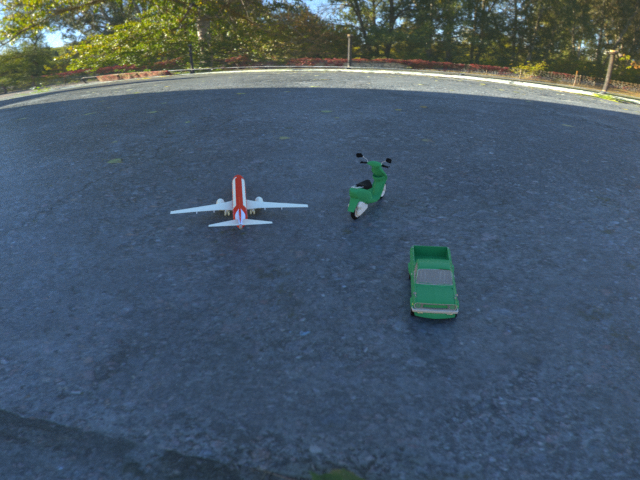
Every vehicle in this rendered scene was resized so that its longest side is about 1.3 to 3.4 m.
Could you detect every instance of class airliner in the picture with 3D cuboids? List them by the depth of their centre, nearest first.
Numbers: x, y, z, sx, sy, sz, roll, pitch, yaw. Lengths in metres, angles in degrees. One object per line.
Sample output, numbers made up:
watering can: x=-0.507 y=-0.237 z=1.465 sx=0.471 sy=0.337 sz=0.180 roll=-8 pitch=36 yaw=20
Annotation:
airliner: x=-1.359 y=-0.802 z=11.731 sx=2.257 sy=0.835 sz=2.541 roll=-3 pitch=27 yaw=-6

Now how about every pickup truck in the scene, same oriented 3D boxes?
pickup truck: x=1.528 y=0.495 z=9.507 sx=0.640 sy=0.511 sz=1.603 roll=2 pitch=27 yaw=5

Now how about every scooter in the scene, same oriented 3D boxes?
scooter: x=0.836 y=-0.954 z=11.941 sx=0.662 sy=0.919 sz=1.399 roll=14 pitch=30 yaw=25
